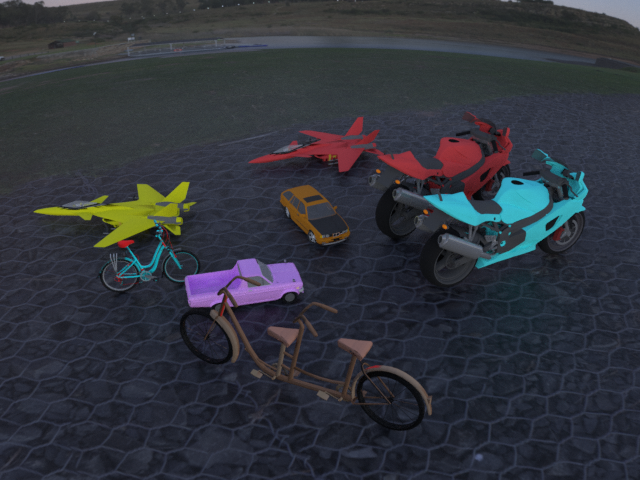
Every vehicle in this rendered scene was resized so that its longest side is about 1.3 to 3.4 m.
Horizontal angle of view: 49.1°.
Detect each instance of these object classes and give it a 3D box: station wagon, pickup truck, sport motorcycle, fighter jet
[{"bbox_3d":[-0.095,-0.454,11.424,0.682,0.473,1.597,-14,33,-23],"label":"station wagon"},{"bbox_3d":[-1.038,0.583,9.586,1.603,0.511,0.640,-8,31,-13],"label":"pickup truck"},{"bbox_3d":[2.682,-0.271,9.981,2.955,1.596,0.983,-13,33,-22],"label":"sport motorcycle"},{"bbox_3d":[2.063,-1.035,11.308,2.955,1.596,0.983,-19,35,-30],"label":"sport motorcycle"},{"bbox_3d":[-0.153,-1.878,13.813,2.640,0.557,2.229,-11,32,-19],"label":"fighter jet"},{"bbox_3d":[-3.478,-0.574,11.549,2.640,0.557,2.229,2,30,4],"label":"fighter jet"}]

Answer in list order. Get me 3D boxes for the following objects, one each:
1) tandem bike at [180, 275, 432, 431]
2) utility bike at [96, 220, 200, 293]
[{"bbox_3d":[-0.274,1.200,7.698,3.192,1.326,0.550,14,33,23],"label":"tandem bike"},{"bbox_3d":[-2.410,0.236,9.753,1.435,0.946,0.535,-8,31,-13],"label":"utility bike"}]
